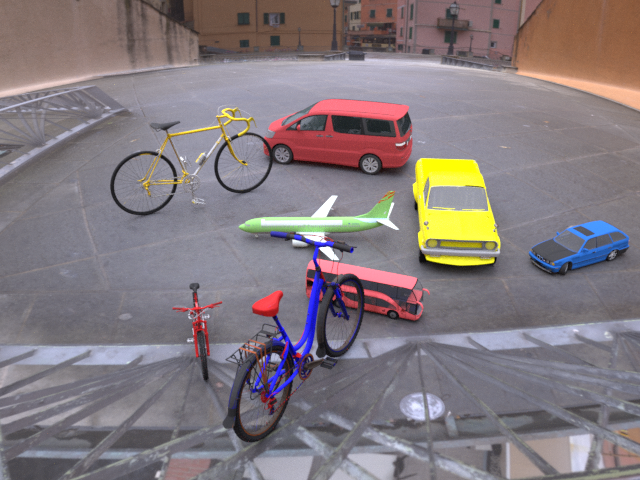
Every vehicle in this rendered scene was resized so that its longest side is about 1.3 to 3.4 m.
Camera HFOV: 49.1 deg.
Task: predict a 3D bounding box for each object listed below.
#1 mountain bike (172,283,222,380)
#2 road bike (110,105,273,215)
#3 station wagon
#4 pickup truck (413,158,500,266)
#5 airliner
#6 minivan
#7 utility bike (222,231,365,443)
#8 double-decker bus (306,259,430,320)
[{"bbox_3d":[-1.475,1.011,8.511,0.573,0.868,1.469,-6,29,-12],"label":"mountain bike"},{"bbox_3d":[-2.174,-1.391,12.161,3.004,1.656,0.697,-15,32,-26],"label":"road bike"},{"bbox_3d":[3.957,0.074,10.678,1.597,0.473,0.682,-13,31,-23],"label":"station wagon"},{"bbox_3d":[2.179,-0.637,11.455,1.244,0.993,3.117,2,28,4],"label":"pickup truck"},{"bbox_3d":[-0.045,-0.404,11.187,2.541,0.835,2.257,0,28,1],"label":"airliner"},{"bbox_3d":[0.335,-2.167,14.095,3.011,1.197,1.324,8,29,15],"label":"minivan"},{"bbox_3d":[-0.276,0.895,7.699,1.039,1.839,2.791,16,32,27],"label":"utility bike"},{"bbox_3d":[0.622,0.675,9.485,1.672,0.541,0.389,10,30,18],"label":"double-decker bus"}]
